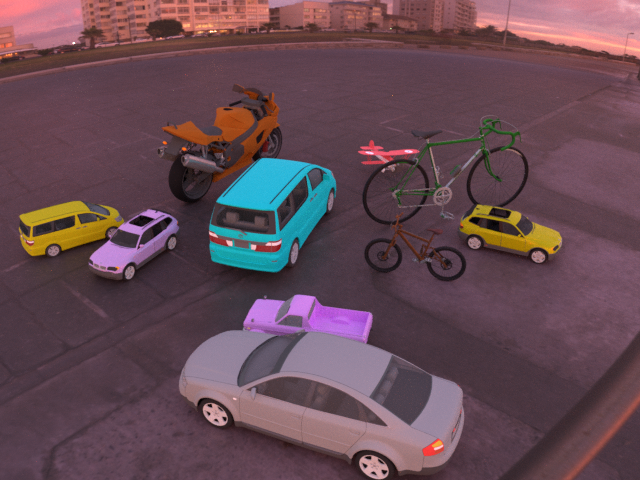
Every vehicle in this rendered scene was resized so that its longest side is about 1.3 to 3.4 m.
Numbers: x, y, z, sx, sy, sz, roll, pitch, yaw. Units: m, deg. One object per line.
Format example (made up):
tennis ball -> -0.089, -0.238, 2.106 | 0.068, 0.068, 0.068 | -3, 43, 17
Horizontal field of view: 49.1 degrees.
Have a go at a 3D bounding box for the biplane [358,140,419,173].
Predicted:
biplane -> 1.241, -1.622, 13.497 | 1.336, 0.504, 1.090 | -14, 32, -24

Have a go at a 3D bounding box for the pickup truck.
pickup truck -> -0.152, 1.018, 8.800 | 1.603, 0.511, 0.640 | 7, 30, 12

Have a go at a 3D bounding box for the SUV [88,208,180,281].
SUV -> -2.762, 0.033, 10.479 | 0.656, 0.580, 1.572 | 15, 32, 24

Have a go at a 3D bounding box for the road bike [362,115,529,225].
road bike -> 2.112, -1.115, 11.422 | 3.004, 1.656, 0.696 | -9, 31, -15

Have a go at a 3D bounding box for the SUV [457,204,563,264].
SUV -> 2.923, -0.135, 10.778 | 1.572, 0.580, 0.656 | 13, 32, 22

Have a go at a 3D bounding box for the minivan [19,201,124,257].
minivan -> -3.859, -0.247, 10.940 | 1.548, 0.616, 0.681 | -20, 35, -31

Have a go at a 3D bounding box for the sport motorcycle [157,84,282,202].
sport motorcycle -> -1.666, -1.782, 12.667 | 0.983, 1.596, 2.955 | 20, 35, 31

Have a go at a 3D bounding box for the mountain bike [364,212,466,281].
mountain bike -> 1.358, 0.145, 9.988 | 1.469, 0.868, 0.573 | 7, 30, 13

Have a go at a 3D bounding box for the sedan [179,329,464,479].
sedan -> -0.049, 1.543, 7.430 | 3.137, 0.940, 1.235 | 12, 32, 20

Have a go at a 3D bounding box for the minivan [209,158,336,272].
minivan -> -0.645, -0.620, 11.010 | 1.324, 1.197, 3.011 | 9, 31, 16
